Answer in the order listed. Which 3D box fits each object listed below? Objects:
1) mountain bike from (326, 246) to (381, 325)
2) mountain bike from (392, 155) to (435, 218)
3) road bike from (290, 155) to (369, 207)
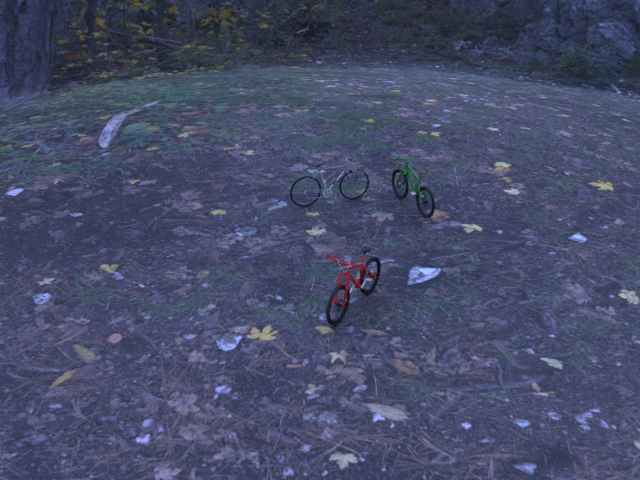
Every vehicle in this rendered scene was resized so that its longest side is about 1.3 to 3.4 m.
[{"bbox_3d":[0.478,0.549,9.583,0.573,0.868,1.469,16,31,28],"label":"mountain bike"},{"bbox_3d":[1.673,-0.995,12.600,0.573,0.868,1.469,-11,29,-21],"label":"mountain bike"},{"bbox_3d":[0.188,-1.063,12.751,1.545,0.852,0.358,-10,29,-18],"label":"road bike"}]
